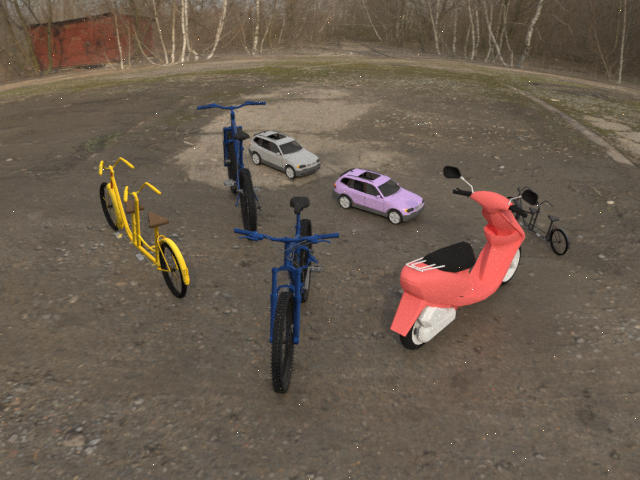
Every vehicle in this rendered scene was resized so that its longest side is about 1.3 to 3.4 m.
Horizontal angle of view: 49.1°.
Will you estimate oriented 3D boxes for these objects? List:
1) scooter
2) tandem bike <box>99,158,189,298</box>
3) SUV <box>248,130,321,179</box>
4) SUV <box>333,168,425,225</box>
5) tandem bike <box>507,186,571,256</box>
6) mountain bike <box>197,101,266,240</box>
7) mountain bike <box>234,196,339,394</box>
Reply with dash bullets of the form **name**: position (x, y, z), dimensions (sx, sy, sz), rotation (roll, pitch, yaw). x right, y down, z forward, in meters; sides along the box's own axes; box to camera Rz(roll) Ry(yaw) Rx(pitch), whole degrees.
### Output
- **scooter**: position (1.801, 0.164, 8.525), dimensions (1.288, 1.786, 2.721), rotation (24, 36, 37)
- **tandem bike**: position (-2.575, -0.288, 9.863), dimensions (0.550, 1.326, 3.192), rotation (-18, 33, -30)
- **SUV**: position (-0.686, -1.645, 13.204), dimensions (0.656, 0.580, 1.572), rotation (-25, 37, -38)
- **SUV**: position (0.961, -0.759, 11.541), dimensions (1.572, 0.580, 0.656), rotation (19, 34, 32)
- **tandem bike**: position (3.289, -0.350, 10.665), dimensions (0.283, 0.682, 1.642), rotation (-10, 30, -18)
- **mountain bike**: position (-1.300, -1.215, 11.218), dimensions (1.114, 1.688, 2.857), rotation (-7, 29, -12)
- **mountain bike**: position (-0.304, 0.417, 8.154), dimensions (1.114, 1.688, 2.857), rotation (3, 28, 5)
